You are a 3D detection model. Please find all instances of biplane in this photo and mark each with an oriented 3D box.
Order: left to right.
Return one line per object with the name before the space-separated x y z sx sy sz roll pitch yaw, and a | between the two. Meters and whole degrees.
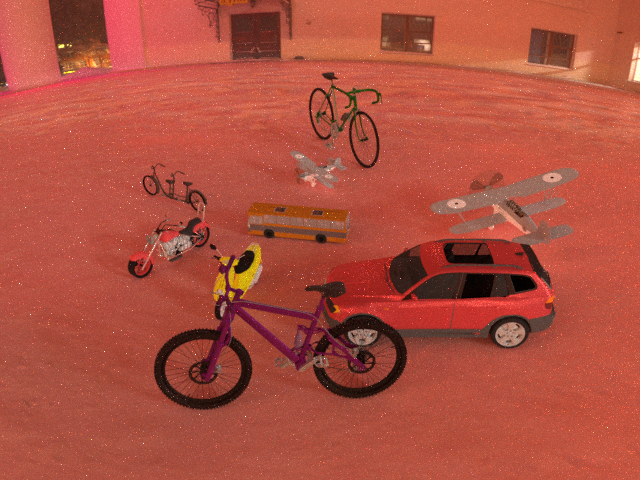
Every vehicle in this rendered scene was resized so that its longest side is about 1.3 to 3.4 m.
biplane | 0.009 -1.344 13.587 1.090 0.504 1.336 -22 35 -35
biplane | 3.137 -0.427 11.401 2.598 0.981 2.120 -8 29 -14

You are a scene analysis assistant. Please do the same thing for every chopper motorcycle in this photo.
chopper motorcycle | -2.327 -0.007 10.858 0.466 0.761 1.563 22 35 34

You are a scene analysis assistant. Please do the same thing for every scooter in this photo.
scooter | -1.156 0.438 9.875 0.662 0.919 1.399 10 30 18

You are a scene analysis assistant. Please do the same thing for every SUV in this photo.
SUV | 1.546 0.632 9.297 3.058 1.128 1.276 0 29 1

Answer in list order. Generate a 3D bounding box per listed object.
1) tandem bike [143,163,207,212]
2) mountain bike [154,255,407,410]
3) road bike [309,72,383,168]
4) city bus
tandem bike | -2.668 -0.972 12.716 1.642 0.682 0.283 19 34 30
mountain bike | -0.423 1.141 7.775 2.857 1.688 1.114 -3 29 -5
road bike | 0.456 -2.630 14.748 0.696 1.656 3.004 -14 32 -24
city bus | -0.356 -0.276 11.668 1.674 0.460 0.476 5 29 10
